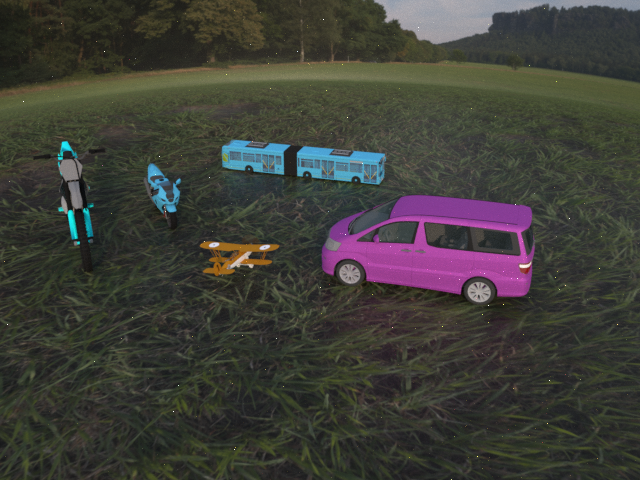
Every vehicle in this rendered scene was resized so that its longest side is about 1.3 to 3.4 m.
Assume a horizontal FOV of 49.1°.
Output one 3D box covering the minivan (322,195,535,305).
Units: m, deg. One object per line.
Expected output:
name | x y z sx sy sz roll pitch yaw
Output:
minivan | 1.521 0.029 10.066 3.011 1.197 1.324 7 26 15

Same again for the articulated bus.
articulated bus | -0.346 -1.599 14.284 3.401 0.561 0.605 7 26 15

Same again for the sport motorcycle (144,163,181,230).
sport motorcycle | -2.744 -0.773 12.219 0.506 0.821 1.520 -11 27 -22

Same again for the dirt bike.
dirt bike | -3.854 -0.693 11.052 1.024 1.666 2.903 -10 27 -19

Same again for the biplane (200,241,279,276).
biplane | -1.278 0.281 10.343 1.336 0.504 1.090 11 27 22
